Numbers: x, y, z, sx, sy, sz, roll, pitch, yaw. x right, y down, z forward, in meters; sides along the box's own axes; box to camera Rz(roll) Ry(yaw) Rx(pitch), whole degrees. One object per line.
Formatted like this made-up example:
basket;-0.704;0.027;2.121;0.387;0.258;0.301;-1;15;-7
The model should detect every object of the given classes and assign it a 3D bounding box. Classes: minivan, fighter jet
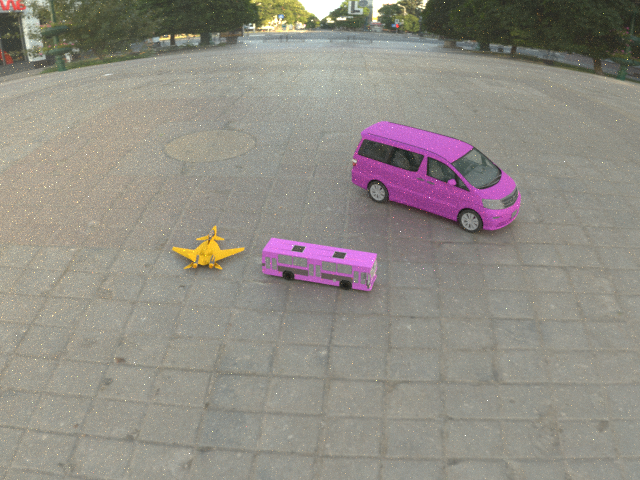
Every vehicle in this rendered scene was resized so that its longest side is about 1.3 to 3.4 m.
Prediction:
minivan;2.038;-1.160;12.307;3.011;1.197;1.324;21;36;31
fighter jet;-1.773;0.023;11.185;1.147;0.286;1.358;0;30;1

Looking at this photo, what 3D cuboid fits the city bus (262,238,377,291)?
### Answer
city bus;-0.010;0.374;10.411;1.674;0.460;0.476;9;31;14
